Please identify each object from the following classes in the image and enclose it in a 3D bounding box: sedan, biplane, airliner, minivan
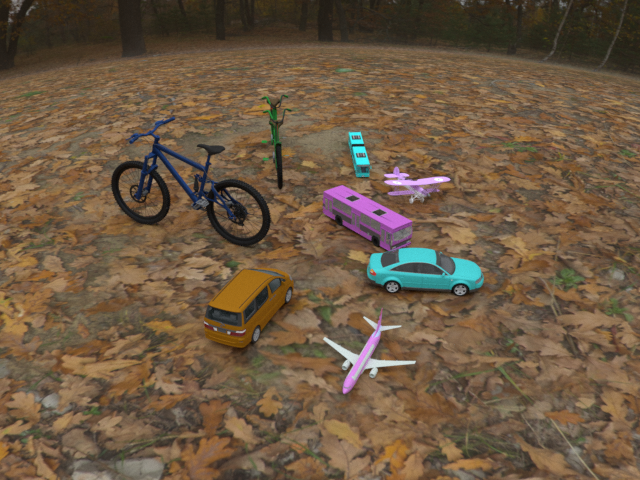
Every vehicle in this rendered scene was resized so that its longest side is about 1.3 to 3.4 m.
[{"bbox_3d":[1.466,0.402,9.741,1.613,0.483,0.635,3,30,4],"label":"sedan"},{"bbox_3d":[1.593,-0.955,12.127,1.336,0.504,1.090,-15,33,-25],"label":"biplane"},{"bbox_3d":[0.522,1.298,8.205,1.161,0.429,1.307,12,32,20],"label":"airliner"},{"bbox_3d":[-0.878,0.745,8.997,0.681,0.616,1.548,12,31,20],"label":"minivan"}]

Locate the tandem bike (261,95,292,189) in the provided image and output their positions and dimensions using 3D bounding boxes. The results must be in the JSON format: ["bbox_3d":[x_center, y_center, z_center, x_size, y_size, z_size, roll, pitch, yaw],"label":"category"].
[{"bbox_3d":[-0.840,-2.110,13.339,0.550,1.326,3.192,-3,30,-5],"label":"tandem bike"}]

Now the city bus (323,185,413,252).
[{"bbox_3d":[0.723,-0.340,11.080,0.476,0.460,1.674,-21,36,-33],"label":"city bus"}]

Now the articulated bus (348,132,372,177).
[{"bbox_3d":[0.750,-1.689,13.648,0.311,0.289,1.749,-1,29,-3],"label":"articulated bus"}]

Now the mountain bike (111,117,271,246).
[{"bbox_3d":[-2.050,-0.844,10.724,2.857,1.688,1.114,12,32,20],"label":"mountain bike"}]
